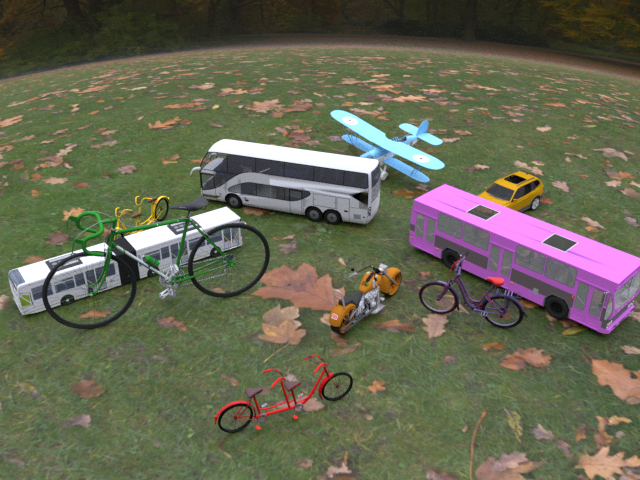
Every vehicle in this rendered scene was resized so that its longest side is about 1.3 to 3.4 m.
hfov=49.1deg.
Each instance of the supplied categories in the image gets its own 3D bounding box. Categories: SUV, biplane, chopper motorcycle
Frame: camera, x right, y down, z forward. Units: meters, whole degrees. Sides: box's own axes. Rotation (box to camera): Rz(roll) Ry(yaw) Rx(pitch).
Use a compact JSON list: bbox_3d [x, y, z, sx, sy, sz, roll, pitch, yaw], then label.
[{"bbox_3d":[3.169,-0.734,11.918,1.572,0.580,0.656,-23,37,-34],"label":"SUV"},{"bbox_3d":[1.423,-1.750,13.272,2.598,0.981,2.120,26,39,37],"label":"biplane"},{"bbox_3d":[0.640,0.670,9.316,0.466,0.761,1.563,21,36,32],"label":"chopper motorcycle"}]

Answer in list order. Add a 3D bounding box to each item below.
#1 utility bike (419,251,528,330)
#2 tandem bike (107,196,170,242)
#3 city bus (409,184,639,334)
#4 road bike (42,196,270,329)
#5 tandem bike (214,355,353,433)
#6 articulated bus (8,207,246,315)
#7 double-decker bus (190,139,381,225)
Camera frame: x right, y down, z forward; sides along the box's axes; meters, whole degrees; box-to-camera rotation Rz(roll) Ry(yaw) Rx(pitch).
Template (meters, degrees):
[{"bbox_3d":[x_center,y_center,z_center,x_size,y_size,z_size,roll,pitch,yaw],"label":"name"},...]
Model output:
[{"bbox_3d":[1.981,0.708,9.066,1.435,0.946,0.535,11,32,18],"label":"utility bike"},{"bbox_3d":[-2.889,-0.365,11.180,0.283,0.682,1.642,13,32,21],"label":"tandem bike"},{"bbox_3d":[2.799,0.208,9.979,0.926,0.894,3.255,-26,39,-37],"label":"city bus"},{"bbox_3d":[-2.084,0.255,9.139,3.004,1.656,0.697,-12,32,-20],"label":"road bike"},{"bbox_3d":[-0.373,1.672,7.665,1.642,0.682,0.283,-13,32,-21],"label":"tandem bike"},{"bbox_3d":[-2.702,0.250,10.239,3.401,0.561,0.605,-19,35,-29],"label":"articulated bus"},{"bbox_3d":[-0.590,-1.014,11.931,3.251,1.052,0.756,10,32,16],"label":"double-decker bus"}]
